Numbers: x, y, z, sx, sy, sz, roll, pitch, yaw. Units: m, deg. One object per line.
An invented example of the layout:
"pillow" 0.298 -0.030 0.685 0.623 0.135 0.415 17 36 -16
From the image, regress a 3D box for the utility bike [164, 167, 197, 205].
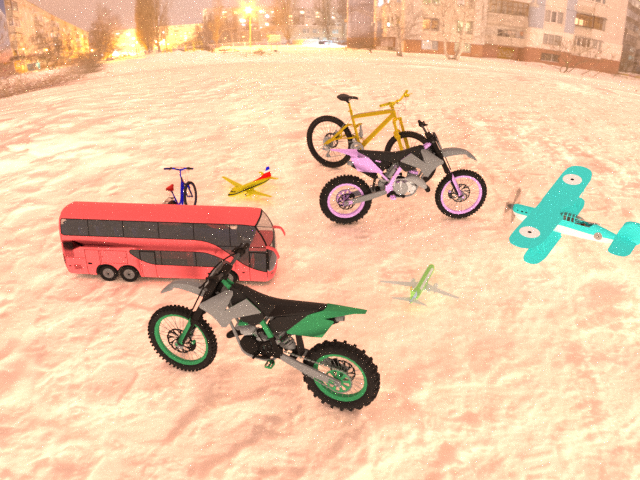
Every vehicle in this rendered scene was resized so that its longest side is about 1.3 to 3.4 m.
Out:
"utility bike" -2.443 -0.750 11.962 0.535 0.946 1.435 5 29 10

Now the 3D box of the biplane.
"biplane" 3.908 -0.225 10.946 2.120 0.981 2.598 20 34 32

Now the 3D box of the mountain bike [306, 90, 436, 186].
"mountain bike" 0.952 -2.021 13.545 2.857 1.688 1.114 16 32 27

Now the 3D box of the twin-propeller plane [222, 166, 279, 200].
"twin-propeller plane" -1.309 -1.060 13.109 1.370 0.407 1.095 24 36 37

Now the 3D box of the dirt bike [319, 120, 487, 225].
"dirt bike" 1.431 -1.070 11.796 2.903 1.666 1.024 -3 28 -5

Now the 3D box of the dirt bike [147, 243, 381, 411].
"dirt bike" -0.715 1.023 7.895 2.903 1.666 1.024 10 30 17

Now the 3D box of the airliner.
"airliner" 1.466 0.559 10.069 1.161 0.429 1.307 11 30 20

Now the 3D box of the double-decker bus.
"double-decker bus" -2.168 0.035 10.387 3.251 1.052 0.756 2 28 4
